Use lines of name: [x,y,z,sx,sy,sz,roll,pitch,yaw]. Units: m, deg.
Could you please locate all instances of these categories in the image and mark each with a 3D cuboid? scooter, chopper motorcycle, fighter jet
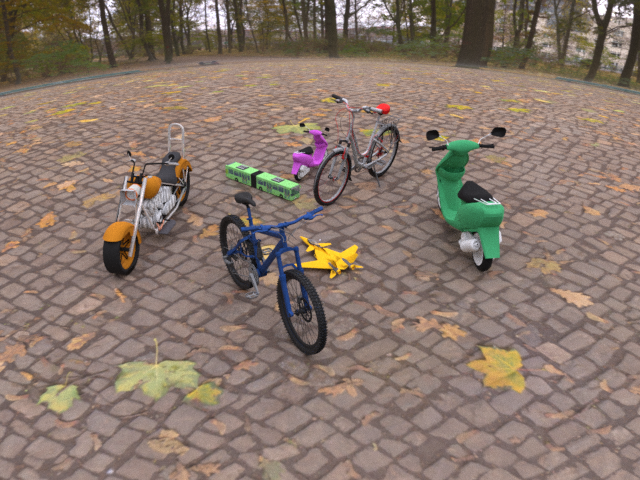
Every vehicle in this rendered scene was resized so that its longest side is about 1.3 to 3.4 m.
scooter: [2.310,-0.792,11.000,1.288,1.786,2.721,-3,29,-6]
chopper motorcycle: [-2.731,-0.724,11.196,0.906,1.480,3.040,5,29,9]
fighter jet: [0.042,0.136,10.858,1.147,0.286,1.358,-17,33,-29]
scooter: [-0.179,-1.758,13.706,0.662,0.919,1.399,14,31,24]

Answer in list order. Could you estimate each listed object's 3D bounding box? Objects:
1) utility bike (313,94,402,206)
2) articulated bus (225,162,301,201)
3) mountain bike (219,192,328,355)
utility bike: [0.836,-1.735,12.694,1.039,1.839,2.791,20,34,32]
articulated bus: [-1.096,-1.117,13.181,1.749,0.289,0.311,22,35,35]
mountain bike: [-0.703,0.266,9.140,1.114,1.688,2.857,-16,32,-27]
